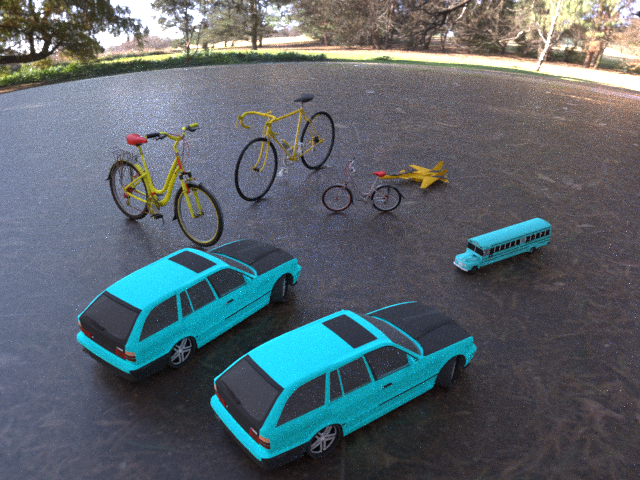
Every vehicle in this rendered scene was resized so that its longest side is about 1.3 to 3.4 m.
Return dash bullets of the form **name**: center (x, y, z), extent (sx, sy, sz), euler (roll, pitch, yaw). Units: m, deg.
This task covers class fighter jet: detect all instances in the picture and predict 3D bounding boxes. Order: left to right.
- **fighter jet**: center (1.755, -1.287, 13.420), extent (1.358, 0.286, 1.147), euler (-2, 28, -4)

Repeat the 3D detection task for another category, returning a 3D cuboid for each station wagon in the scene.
- **station wagon**: center (-1.571, 0.640, 9.100), extent (1.327, 0.920, 3.105), euler (21, 34, 34)
- **station wagon**: center (0.371, 1.348, 7.761), extent (3.105, 0.920, 1.327), euler (-19, 33, -31)

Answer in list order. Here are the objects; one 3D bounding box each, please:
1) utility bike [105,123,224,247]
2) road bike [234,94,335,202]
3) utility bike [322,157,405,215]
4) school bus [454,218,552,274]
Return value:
- **utility bike**: center (-2.518, -1.020, 11.256), extent (2.791, 1.839, 1.039), euler (20, 34, 32)
- **road bike**: center (-0.582, -1.814, 12.952), extent (0.696, 1.656, 3.004), euler (19, 33, 31)
- **utility bike**: center (0.746, -0.874, 11.935), extent (1.435, 0.946, 0.535), euler (0, 28, 0)
- **school bus**: center (2.791, 0.080, 10.679), extent (1.708, 0.434, 0.365), euler (-16, 32, -27)
